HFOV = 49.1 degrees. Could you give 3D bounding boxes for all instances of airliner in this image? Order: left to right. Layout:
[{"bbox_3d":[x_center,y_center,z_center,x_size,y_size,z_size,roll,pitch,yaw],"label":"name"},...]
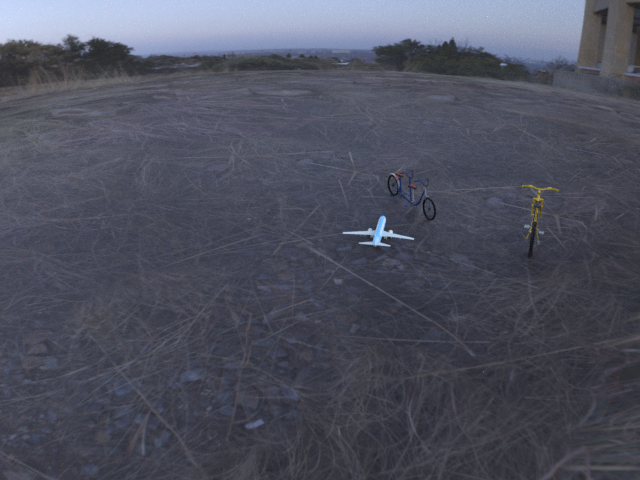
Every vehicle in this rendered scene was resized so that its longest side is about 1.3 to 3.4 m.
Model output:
[{"bbox_3d":[0.972,-0.217,11.465,1.161,0.429,1.307,5,27,10],"label":"airliner"}]

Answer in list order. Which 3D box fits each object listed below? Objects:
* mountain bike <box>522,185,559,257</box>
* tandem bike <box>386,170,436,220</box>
[{"bbox_3d":[3.461,-0.348,11.238,0.573,0.868,1.469,9,28,16],"label":"mountain bike"},{"bbox_3d":[1.624,-0.910,12.557,0.283,0.682,1.642,-12,29,-23],"label":"tandem bike"}]
